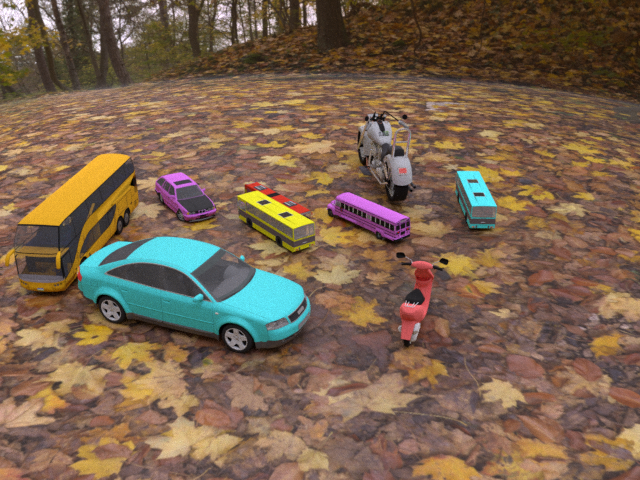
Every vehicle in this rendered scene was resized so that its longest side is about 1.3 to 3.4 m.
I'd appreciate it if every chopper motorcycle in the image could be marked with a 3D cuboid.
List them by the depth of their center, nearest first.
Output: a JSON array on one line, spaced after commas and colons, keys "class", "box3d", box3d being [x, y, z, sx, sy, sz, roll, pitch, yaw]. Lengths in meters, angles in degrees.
[{"class": "chopper motorcycle", "box3d": [1.171, -1.794, 13.269, 0.906, 1.480, 3.040, -4, 26, -9]}]

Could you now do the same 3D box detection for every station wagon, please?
[{"class": "station wagon", "box3d": [-2.387, -0.792, 12.346, 0.682, 0.473, 1.597, -15, 29, -28]}]

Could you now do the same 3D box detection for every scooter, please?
[{"class": "scooter", "box3d": [1.226, 0.673, 8.784, 0.662, 0.919, 1.399, 8, 27, 16]}]

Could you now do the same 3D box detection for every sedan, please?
[{"class": "sedan", "box3d": [-1.638, 0.564, 8.986, 3.137, 0.940, 1.235, 10, 27, 20]}]

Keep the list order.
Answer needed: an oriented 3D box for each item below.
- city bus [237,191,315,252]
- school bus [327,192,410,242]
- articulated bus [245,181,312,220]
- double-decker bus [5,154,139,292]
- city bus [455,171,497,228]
[{"class": "city bus", "box3d": [-0.734, -0.303, 11.344, 0.476, 0.460, 1.674, -18, 31, -33]}, {"class": "school bus", "box3d": [0.759, -0.411, 11.598, 0.365, 0.434, 1.708, -20, 32, -36]}, {"class": "articulated bus", "box3d": [-0.761, -0.637, 12.237, 0.311, 0.289, 1.749, -18, 31, -33]}, {"class": "double-decker bus", "box3d": [-3.642, -0.329, 10.715, 0.756, 1.052, 3.251, 2, 26, 5]}, {"class": "city bus", "box3d": [2.687, -0.698, 12.167, 0.476, 0.460, 1.674, 1, 26, 1]}]
